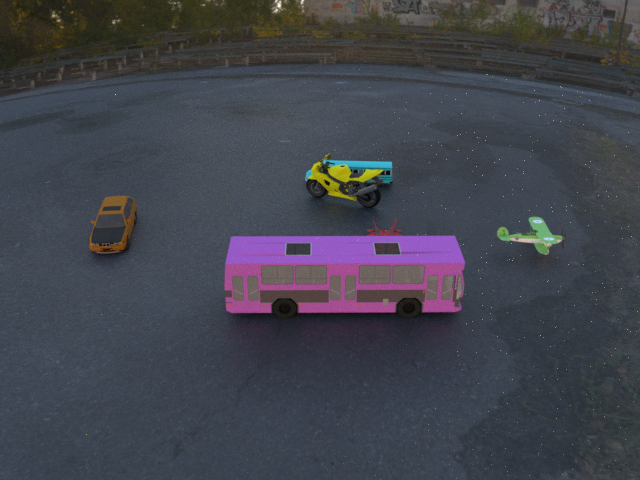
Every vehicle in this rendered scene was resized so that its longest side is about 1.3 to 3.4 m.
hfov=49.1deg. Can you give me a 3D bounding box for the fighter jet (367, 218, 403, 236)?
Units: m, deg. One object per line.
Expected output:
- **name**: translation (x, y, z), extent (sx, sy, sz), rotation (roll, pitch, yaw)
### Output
- **fighter jet**: translation (1.081, 0.059, 11.350), extent (1.147, 0.286, 1.358), rotation (1, 28, 1)

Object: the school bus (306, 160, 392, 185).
- **school bus**: translation (0.570, -1.322, 13.786), extent (1.708, 0.434, 0.365), rotation (2, 28, 3)

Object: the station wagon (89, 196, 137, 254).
- **station wagon**: translation (-3.495, -0.308, 11.841), extent (0.682, 0.473, 1.597), rotation (-3, 28, -5)

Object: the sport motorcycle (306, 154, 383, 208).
- **sport motorcycle**: translation (0.439, -1.071, 12.903), extent (1.520, 0.821, 0.506), rotation (12, 30, 22)

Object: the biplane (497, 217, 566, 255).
- **biplane**: translation (3.413, -0.048, 11.320), extent (1.090, 0.504, 1.336), rotation (3, 28, 5)

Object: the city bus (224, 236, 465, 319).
- **city bus**: translation (0.329, 0.515, 9.847), extent (3.255, 0.894, 0.926), rotation (0, 28, 0)
